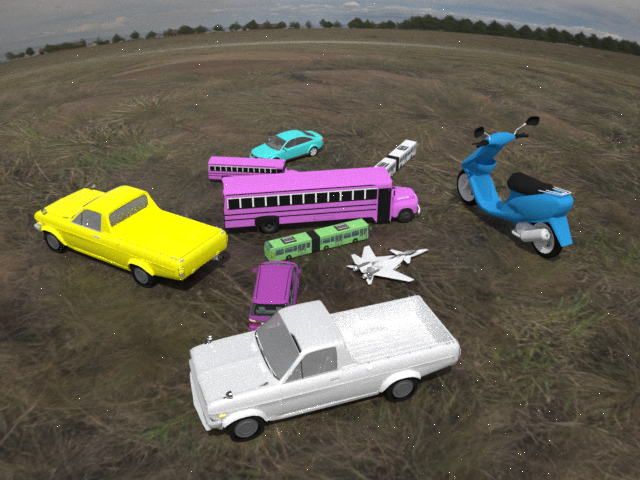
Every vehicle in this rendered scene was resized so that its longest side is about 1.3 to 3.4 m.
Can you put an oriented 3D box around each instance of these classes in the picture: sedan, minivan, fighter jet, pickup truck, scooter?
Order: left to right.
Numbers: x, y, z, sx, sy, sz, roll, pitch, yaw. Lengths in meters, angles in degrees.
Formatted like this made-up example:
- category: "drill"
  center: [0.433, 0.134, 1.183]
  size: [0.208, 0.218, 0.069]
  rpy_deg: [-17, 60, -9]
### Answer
- category: "pickup truck"
  center: [-2.951, -0.194, 10.739]
  size: [3.117, 0.993, 1.244]
  rpy_deg: [17, 35, 26]
- category: "minivan"
  center: [-0.614, 0.689, 9.620]
  size: [0.681, 0.616, 1.548]
  rpy_deg: [1, 31, 1]
- category: "sedan"
  center: [-0.671, -1.894, 14.105]
  size: [1.613, 0.483, 0.635]
  rpy_deg: [-21, 36, -31]
- category: "pickup truck"
  center: [0.045, 1.319, 8.189]
  size: [3.117, 0.993, 1.244]
  rpy_deg: [-10, 32, -17]
- category: "fighter jet"
  center: [1.129, 0.258, 10.671]
  size: [1.358, 0.286, 1.147]
  rpy_deg: [-18, 35, -27]
- category: "scooter"
  center: [3.091, -0.950, 11.237]
  size: [1.288, 1.786, 2.721]
  rpy_deg: [-14, 33, -22]

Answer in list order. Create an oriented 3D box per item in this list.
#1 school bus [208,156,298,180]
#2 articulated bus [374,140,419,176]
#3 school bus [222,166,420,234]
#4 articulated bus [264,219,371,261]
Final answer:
- category: "school bus"
  center: [-1.229, -1.296, 13.146]
  size: [1.708, 0.434, 0.365]
  rpy_deg: [3, 31, 5]
- category: "articulated bus"
  center: [1.446, -1.533, 13.687]
  size: [0.311, 0.289, 1.749]
  rpy_deg: [16, 34, 25]
- category: "school bus"
  center: [0.037, -0.698, 11.735]
  size: [3.322, 0.844, 0.709]
  rpy_deg: [-5, 31, -8]
- category: "articulated bus"
  center: [-0.027, 0.001, 11.100]
  size: [1.749, 0.289, 0.311]
  rpy_deg: [-14, 33, -22]
